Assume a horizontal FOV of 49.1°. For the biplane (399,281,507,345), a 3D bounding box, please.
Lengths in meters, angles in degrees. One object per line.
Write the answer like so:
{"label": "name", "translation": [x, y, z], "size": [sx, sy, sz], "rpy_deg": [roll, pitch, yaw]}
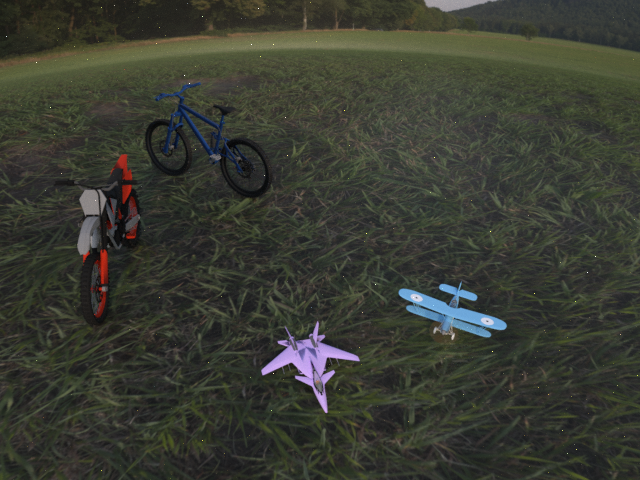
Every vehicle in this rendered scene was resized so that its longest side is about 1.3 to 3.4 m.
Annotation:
{"label": "biplane", "translation": [1.666, 0.891, 8.750], "size": [1.336, 0.504, 1.090], "rpy_deg": [10, 31, 18]}

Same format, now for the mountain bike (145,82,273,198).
{"label": "mountain bike", "translation": [-2.019, -1.723, 12.248], "size": [2.857, 1.688, 1.114], "rpy_deg": [17, 33, 28]}

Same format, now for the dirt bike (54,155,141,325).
{"label": "dirt bike", "translation": [-2.836, -0.186, 9.496], "size": [1.024, 1.666, 2.903], "rpy_deg": [-1, 29, -1]}

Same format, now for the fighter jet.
{"label": "fighter jet", "translation": [-0.081, 1.441, 7.982], "size": [1.147, 0.286, 1.358], "rpy_deg": [-6, 30, -11]}
